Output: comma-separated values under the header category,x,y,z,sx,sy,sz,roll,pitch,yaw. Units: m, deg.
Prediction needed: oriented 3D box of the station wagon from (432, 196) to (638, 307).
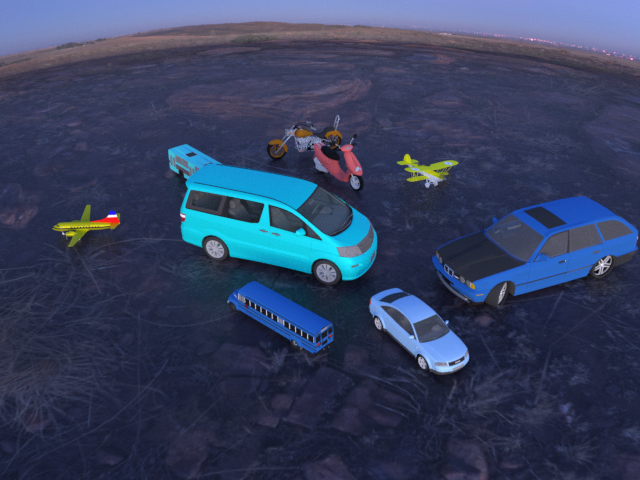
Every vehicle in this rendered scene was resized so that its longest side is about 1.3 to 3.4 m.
category,x,y,z,sx,sy,sz,roll,pitch,yaw
station wagon,3.188,0.066,10.338,3.105,0.920,1.327,-13,33,-20

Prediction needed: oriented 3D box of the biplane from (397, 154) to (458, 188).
category,x,y,z,sx,sy,sz,roll,pitch,yaw
biplane,1.954,-1.299,13.015,1.336,0.504,1.090,-23,38,-33

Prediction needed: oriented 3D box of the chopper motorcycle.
category,x,y,z,sx,sy,sz,roll,pitch,yaw
chopper motorcycle,-0.302,-2.061,14.033,1.563,0.761,0.466,-9,32,-15

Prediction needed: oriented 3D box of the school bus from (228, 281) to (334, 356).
category,x,y,z,sx,sy,sz,roll,pitch,yaw
school bus,-0.569,0.980,9.288,1.708,0.434,0.365,25,39,35

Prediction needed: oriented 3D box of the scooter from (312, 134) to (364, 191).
category,x,y,z,sx,sy,sz,roll,pitch,yaw
scooter,0.325,-1.511,12.965,0.662,0.919,1.399,-24,38,-34

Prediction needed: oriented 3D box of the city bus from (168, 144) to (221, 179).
category,x,y,z,sx,sy,sz,roll,pitch,yaw
city bus,-2.200,-1.279,13.024,0.476,0.460,1.674,-24,39,-34

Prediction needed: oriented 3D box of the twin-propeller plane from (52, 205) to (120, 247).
category,x,y,z,sx,sy,sz,roll,pitch,yaw
twin-propeller plane,-3.821,-0.279,11.410,1.095,0.407,1.370,-2,31,-4

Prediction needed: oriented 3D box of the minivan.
category,x,y,z,sx,sy,sz,roll,pitch,yaw
minivan,-0.617,-0.302,10.682,3.011,1.197,1.324,11,33,18

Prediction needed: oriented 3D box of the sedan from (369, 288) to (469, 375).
category,x,y,z,sx,sy,sz,roll,pitch,yaw
sedan,1.260,1.110,9.024,0.635,0.483,1.613,-17,35,-27
